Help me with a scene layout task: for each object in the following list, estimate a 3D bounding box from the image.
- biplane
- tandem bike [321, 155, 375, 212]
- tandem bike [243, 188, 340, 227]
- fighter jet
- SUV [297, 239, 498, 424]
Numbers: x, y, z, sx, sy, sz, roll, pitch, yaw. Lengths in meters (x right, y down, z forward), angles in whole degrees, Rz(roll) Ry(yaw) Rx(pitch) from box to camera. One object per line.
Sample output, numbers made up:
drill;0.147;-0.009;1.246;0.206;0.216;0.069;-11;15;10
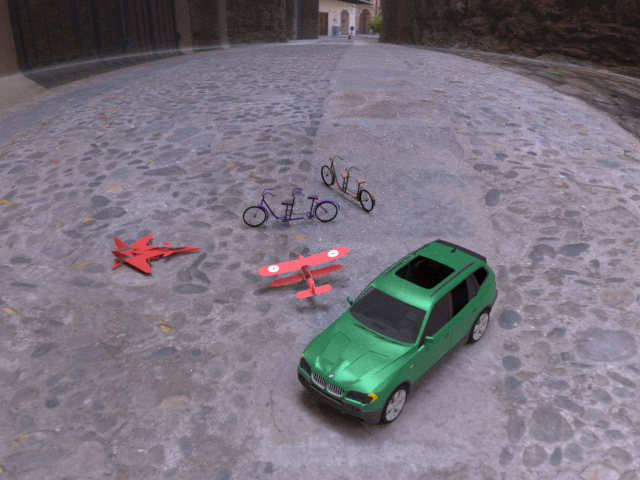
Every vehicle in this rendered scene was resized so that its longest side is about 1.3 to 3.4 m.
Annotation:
biplane;-0.202;0.509;10.043;1.336;0.504;1.090;-7;31;-11
tandem bike;0.480;-1.052;12.504;0.283;0.682;1.642;-19;35;-29
tandem bike;-0.473;-0.555;11.666;1.642;0.682;0.283;-4;31;-7
fighter jet;-2.540;0.127;10.901;1.358;0.286;1.147;-6;31;-9
SUV;1.044;0.986;8.626;1.276;1.128;3.058;24;38;34
